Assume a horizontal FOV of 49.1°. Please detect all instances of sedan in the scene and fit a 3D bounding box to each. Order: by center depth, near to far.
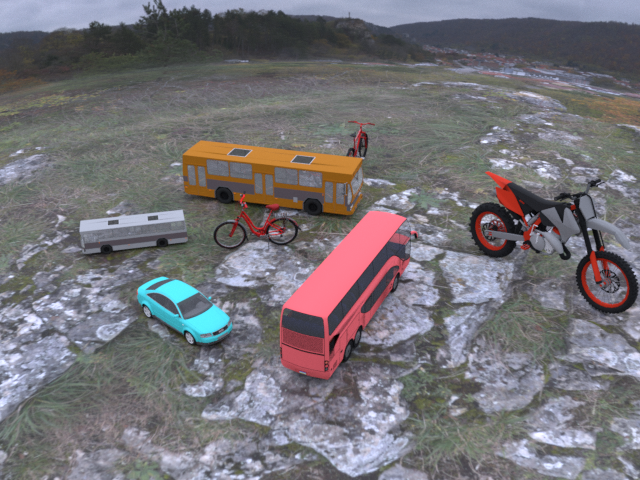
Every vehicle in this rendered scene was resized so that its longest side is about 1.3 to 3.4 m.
[{"bbox_3d":[-1.863,0.911,9.563,1.613,0.483,0.635,23,36,36],"label":"sedan"}]

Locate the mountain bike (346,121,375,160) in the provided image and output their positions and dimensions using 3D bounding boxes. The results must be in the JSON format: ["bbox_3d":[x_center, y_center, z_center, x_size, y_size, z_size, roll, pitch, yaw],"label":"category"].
[{"bbox_3d":[0.765,-1.916,14.372,0.573,0.868,1.469,10,30,17],"label":"mountain bike"}]

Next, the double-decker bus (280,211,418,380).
[{"bbox_3d":[0.469,0.592,9.556,0.756,1.052,3.251,13,31,22],"label":"double-decker bus"}]

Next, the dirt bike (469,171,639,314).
[{"bbox_3d":[3.362,-0.115,10.214,1.024,1.666,2.903,-20,34,-32],"label":"dirt bike"}]

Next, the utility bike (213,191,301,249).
[{"bbox_3d":[-1.003,-0.266,11.250,1.435,0.946,0.535,-4,29,-8],"label":"utility bike"}]

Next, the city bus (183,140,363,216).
[{"bbox_3d":[-0.873,-1.127,12.890,3.255,0.894,0.926,8,30,15],"label":"city bus"}]

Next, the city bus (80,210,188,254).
[{"bbox_3d":[-3.044,-0.120,11.489,1.674,0.460,0.476,-7,29,-13],"label":"city bus"}]
